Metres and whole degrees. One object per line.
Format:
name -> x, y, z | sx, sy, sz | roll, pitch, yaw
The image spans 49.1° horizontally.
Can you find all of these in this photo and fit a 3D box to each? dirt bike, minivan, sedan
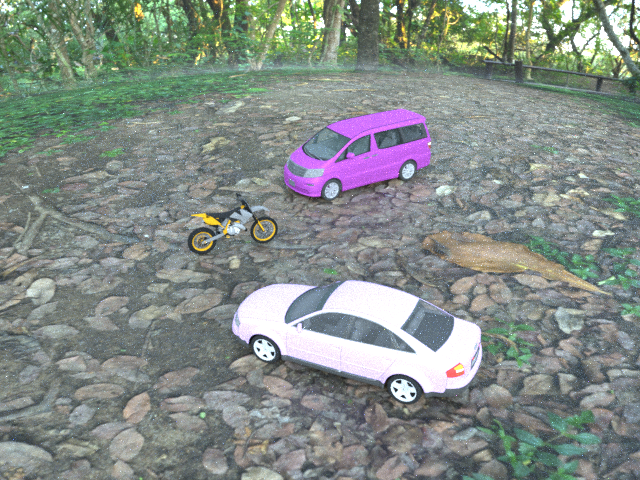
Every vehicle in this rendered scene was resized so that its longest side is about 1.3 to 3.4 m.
dirt bike -> -1.391, -0.249, 11.177 | 1.493, 0.857, 0.527 | -10, 29, -19
minivan -> 0.739, -1.715, 13.687 | 3.011, 1.197, 1.324 | -16, 31, -29
sedan -> 0.389, 1.047, 8.536 | 3.137, 0.940, 1.235 | 12, 29, 22
